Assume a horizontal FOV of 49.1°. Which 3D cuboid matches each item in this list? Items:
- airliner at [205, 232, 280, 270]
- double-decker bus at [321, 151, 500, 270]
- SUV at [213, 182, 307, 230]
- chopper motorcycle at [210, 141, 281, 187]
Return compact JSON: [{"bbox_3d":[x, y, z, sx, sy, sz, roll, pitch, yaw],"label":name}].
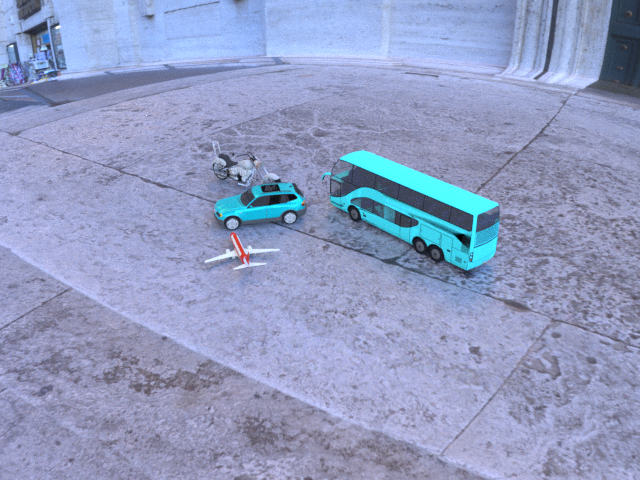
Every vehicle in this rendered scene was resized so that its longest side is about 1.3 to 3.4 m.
[{"bbox_3d":[-1.219,0.087,10.718,1.161,0.429,1.307,-9,30,-16],"label":"airliner"},{"bbox_3d":[1.375,-0.572,11.267,0.756,1.052,3.251,-23,36,-35],"label":"double-decker bus"},{"bbox_3d":[-1.012,-0.608,11.818,1.572,0.580,0.656,-6,30,-11],"label":"SUV"},{"bbox_3d":[-1.378,-1.328,12.934,1.563,0.761,0.466,17,33,28],"label":"chopper motorcycle"}]
